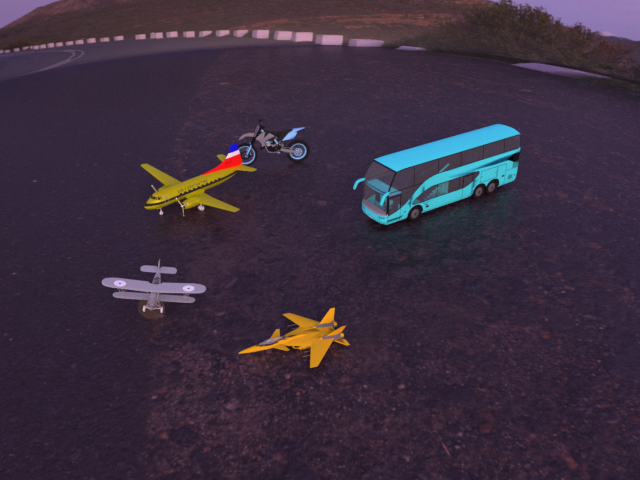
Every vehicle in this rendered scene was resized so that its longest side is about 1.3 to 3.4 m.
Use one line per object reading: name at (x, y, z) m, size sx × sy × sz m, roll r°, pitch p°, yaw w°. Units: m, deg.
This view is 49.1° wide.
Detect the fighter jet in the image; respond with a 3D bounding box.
fighter jet at (-0.361, 1.201, 8.744) m, size 1.358 × 0.286 × 1.147 m, roll -10°, pitch 32°, yaw -17°

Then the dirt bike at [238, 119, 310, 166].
dirt bike at (-0.933, -1.848, 13.450) m, size 1.493 × 0.857 × 0.527 m, roll -6°, pitch 31°, yaw -10°

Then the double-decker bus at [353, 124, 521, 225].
double-decker bus at (2.097, -1.141, 12.032) m, size 3.251 × 1.052 × 0.756 m, roll -19°, pitch 35°, yaw -29°

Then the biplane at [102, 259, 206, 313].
biplane at (-2.208, 0.644, 9.491) m, size 1.336 × 0.504 × 1.090 m, roll -3°, pitch 30°, yaw -5°

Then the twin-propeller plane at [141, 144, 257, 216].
twin-propeller plane at (-2.154, -1.046, 12.127) m, size 2.663 × 0.792 × 2.129 m, roll 26°, pitch 39°, yaw 37°
